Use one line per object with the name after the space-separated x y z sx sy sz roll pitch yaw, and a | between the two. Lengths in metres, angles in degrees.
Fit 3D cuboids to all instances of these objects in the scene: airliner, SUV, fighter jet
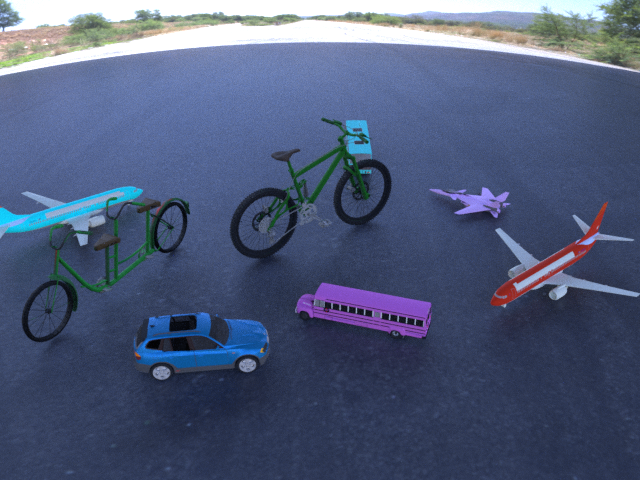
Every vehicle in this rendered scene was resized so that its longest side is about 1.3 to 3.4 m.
3.164 0.205 9.516 2.541 0.835 2.257 -23 37 -33 | airliner
-1.372 1.171 8.113 1.572 0.580 0.656 -4 30 -7 | SUV
2.443 -0.752 11.703 1.358 0.286 1.147 19 35 29 | fighter jet
-3.937 -0.614 10.922 2.541 0.835 2.257 -24 38 -35 | airliner

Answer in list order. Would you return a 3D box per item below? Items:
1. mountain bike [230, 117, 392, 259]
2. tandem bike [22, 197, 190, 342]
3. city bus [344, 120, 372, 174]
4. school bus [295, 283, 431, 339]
-0.059 -0.743 10.296 2.857 1.688 1.114 -19 35 -29 | mountain bike
-2.710 0.088 9.229 0.550 1.326 3.192 15 33 24 | tandem bike
0.719 -1.755 13.250 0.476 0.460 1.674 0 30 0 | city bus
0.523 0.874 8.768 1.708 0.434 0.365 10 32 16 | school bus
